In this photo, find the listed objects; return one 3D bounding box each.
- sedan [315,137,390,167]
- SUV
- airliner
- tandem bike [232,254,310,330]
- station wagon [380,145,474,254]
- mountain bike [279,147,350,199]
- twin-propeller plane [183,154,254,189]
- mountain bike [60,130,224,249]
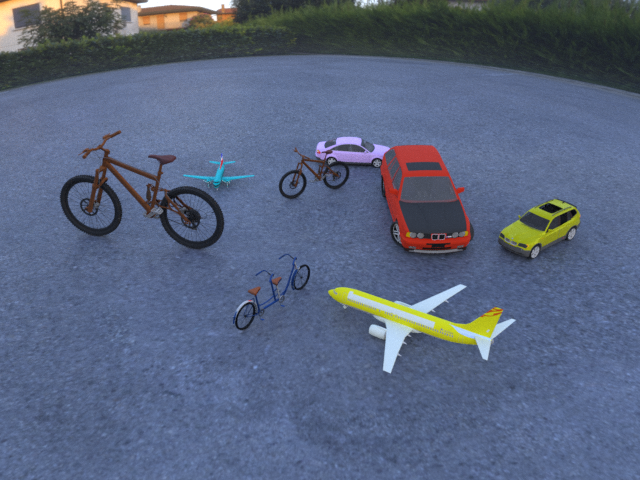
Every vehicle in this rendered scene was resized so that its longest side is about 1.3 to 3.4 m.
[{"bbox_3d":[0.712,-1.832,14.366,1.613,0.483,0.635,2,29,4],"label":"sedan"},{"bbox_3d":[3.595,-0.223,11.398,1.572,0.580,0.656,-21,35,-33],"label":"SUV"},{"bbox_3d":[1.178,0.867,9.195,2.541,0.835,2.257,18,34,29],"label":"airliner"},{"bbox_3d":[-0.648,0.667,9.709,0.283,0.682,1.642,20,35,32],"label":"tandem bike"},{"bbox_3d":[1.779,-0.837,12.146,1.327,0.920,3.105,-1,29,-2],"label":"station wagon"},{"bbox_3d":[-0.097,-1.259,12.951,1.469,0.868,0.573,-14,32,-24],"label":"mountain bike"},{"bbox_3d":[-1.944,-1.313,13.519,1.370,0.407,1.095,0,29,0],"label":"twin-propeller plane"},{"bbox_3d":[-2.894,-0.719,11.151,2.857,1.688,1.114,7,30,12],"label":"mountain bike"}]
